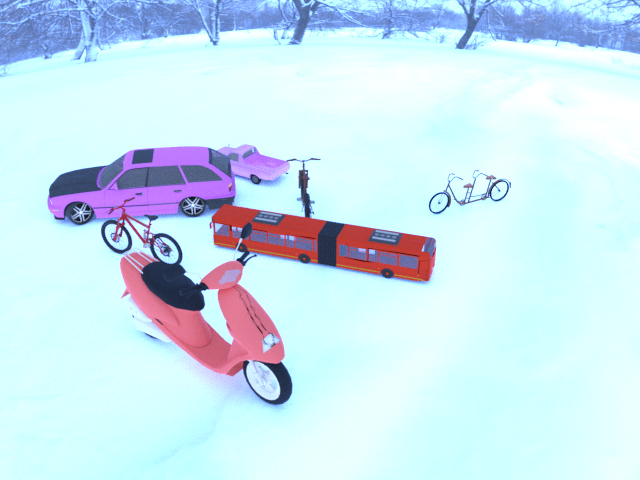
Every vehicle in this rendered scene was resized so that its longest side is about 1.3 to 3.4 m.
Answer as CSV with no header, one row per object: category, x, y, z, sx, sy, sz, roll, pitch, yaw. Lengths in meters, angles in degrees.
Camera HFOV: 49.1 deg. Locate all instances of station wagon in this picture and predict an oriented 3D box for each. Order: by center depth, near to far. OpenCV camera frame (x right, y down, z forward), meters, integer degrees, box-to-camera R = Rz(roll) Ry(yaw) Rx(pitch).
station wagon,-2.997,-0.996,11.805,3.105,0.920,1.327,-4,30,-8

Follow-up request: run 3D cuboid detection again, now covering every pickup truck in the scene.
pickup truck,-1.352,-1.465,13.026,1.603,0.511,0.640,18,34,28

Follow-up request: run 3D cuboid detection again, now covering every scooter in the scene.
scooter,-1.395,0.722,7.973,2.721,1.786,1.288,21,36,32

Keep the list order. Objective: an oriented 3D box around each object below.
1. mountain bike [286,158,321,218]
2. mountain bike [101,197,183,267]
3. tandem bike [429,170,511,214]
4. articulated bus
mountain bike,-0.247,-0.831,11.573,0.573,0.868,1.469,-3,30,-5
mountain bike,-2.648,-0.081,10.276,1.469,0.868,0.573,14,33,22
tandem bike,2.556,-0.856,11.802,1.642,0.682,0.283,-12,32,-20
articulated bus,-0.004,0.024,10.401,3.401,0.561,0.605,10,31,16
